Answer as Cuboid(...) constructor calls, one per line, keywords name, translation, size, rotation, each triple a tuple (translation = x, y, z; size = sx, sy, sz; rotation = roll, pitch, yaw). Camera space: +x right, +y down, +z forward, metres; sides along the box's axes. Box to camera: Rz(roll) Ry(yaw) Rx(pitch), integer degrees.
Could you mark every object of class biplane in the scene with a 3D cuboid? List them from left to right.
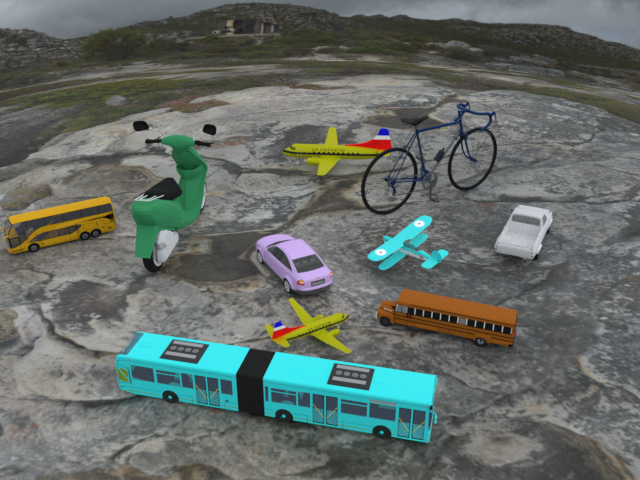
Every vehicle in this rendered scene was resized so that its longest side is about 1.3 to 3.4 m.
Cuboid(name="biplane", translation=(1.281, 0.144, 10.041), size=(1.090, 0.504, 1.336), rotation=(24, 36, 38))

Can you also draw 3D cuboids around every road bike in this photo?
Cuboid(name="road bike", translation=(1.918, -1.405, 11.771), size=(3.004, 1.656, 0.697), rotation=(-17, 32, -29))

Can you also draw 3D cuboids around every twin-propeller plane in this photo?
Cuboid(name="twin-propeller plane", translation=(-0.102, 1.021, 8.461), size=(1.095, 0.407, 1.370), rotation=(-16, 32, -28))
Cuboid(name="twin-propeller plane", translation=(0.323, -1.792, 13.450), size=(2.129, 0.792, 2.663), rotation=(3, 28, 5))

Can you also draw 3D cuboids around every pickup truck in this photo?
Cuboid(name="pickup truck", translation=(3.118, -0.171, 10.639), size=(0.640, 0.511, 1.603), rotation=(13, 30, 23))

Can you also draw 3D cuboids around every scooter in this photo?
Cuboid(name="scooter", translation=(-2.195, -0.794, 10.454), size=(1.288, 1.786, 2.721), rotation=(4, 28, 8))

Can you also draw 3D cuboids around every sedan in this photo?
Cuboid(name="sedan", translation=(-0.396, 0.252, 9.856), size=(0.635, 0.483, 1.613), rotation=(-14, 31, -25))

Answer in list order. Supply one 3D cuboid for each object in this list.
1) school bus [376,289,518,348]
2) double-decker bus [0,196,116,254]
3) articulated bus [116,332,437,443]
Cuboid(name="school bus", translation=(1.531, 0.939, 8.589), size=(1.708, 0.434, 0.365), rotation=(10, 29, 18))
Cuboid(name="double-decker bus", translation=(-3.993, -0.226, 10.711), size=(1.672, 0.541, 0.389), rotation=(-15, 31, -27))
Cuboid(name="articulated bus", translation=(-0.473, 1.516, 7.342), size=(3.401, 0.561, 0.605), rotation=(6, 28, 12))
